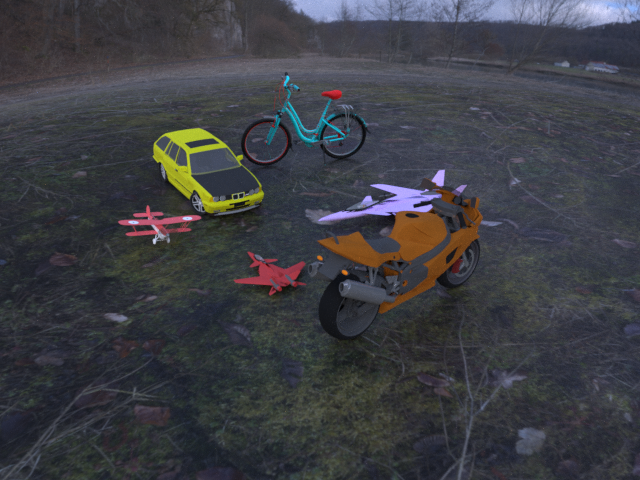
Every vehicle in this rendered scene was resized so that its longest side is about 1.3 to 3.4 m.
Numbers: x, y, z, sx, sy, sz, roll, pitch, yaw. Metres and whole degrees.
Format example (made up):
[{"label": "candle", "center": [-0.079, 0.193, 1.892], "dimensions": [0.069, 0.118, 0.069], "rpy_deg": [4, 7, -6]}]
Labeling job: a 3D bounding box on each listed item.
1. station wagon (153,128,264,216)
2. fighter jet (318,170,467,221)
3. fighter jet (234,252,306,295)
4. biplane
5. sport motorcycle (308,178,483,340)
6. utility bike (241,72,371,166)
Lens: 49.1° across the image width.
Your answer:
[{"label": "station wagon", "center": [-2.167, -1.381, 13.213], "dimensions": [1.327, 0.920, 3.105], "rpy_deg": [-14, 30, -27]}, {"label": "fighter jet", "center": [1.212, -0.680, 12.193], "dimensions": [2.640, 0.557, 2.229], "rpy_deg": [-9, 28, -18]}, {"label": "fighter jet", "center": [-0.784, 0.365, 10.368], "dimensions": [1.147, 0.286, 1.358], "rpy_deg": [-14, 30, -27]}, {"label": "biplane", "center": [-2.628, -0.254, 11.385], "dimensions": [1.336, 0.504, 1.090], "rpy_deg": [-15, 30, -27]}, {"label": "sport motorcycle", "center": [1.127, 0.235, 9.144], "dimensions": [2.955, 1.596, 0.983], "rpy_deg": [-20, 32, -35]}, {"label": "utility bike", "center": [-0.231, -2.411, 14.272], "dimensions": [2.791, 1.839, 1.039], "rpy_deg": [-7, 27, -14]}]
